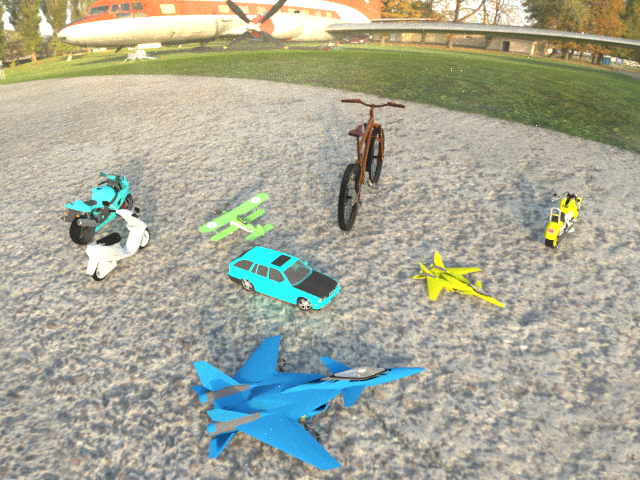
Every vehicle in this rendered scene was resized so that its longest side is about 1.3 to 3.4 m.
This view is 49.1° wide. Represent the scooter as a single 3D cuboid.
[{"bbox_3d":[-2.945,-0.045,10.214,0.662,0.919,1.399,12,31,20],"label":"scooter"}]

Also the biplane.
[{"bbox_3d":[-1.240,-0.257,11.023,1.336,0.504,1.090,-25,38,-37],"label":"biplane"}]

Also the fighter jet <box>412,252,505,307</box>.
[{"bbox_3d":[1.995,0.588,9.725,1.147,0.286,1.358,-26,38,-38],"label":"fighter jet"}]

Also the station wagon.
[{"bbox_3d":[-0.502,0.492,9.704,1.597,0.473,0.682,16,33,27],"label":"station wagon"}]

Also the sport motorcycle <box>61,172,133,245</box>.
[{"bbox_3d":[-3.504,-0.531,11.191,0.506,0.821,1.520,12,31,20],"label":"sport motorcycle"}]

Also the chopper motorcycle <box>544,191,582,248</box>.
[{"bbox_3d":[3.884,-0.433,11.076,0.466,0.761,1.563,17,33,28],"label":"chopper motorcycle"}]

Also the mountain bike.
[{"bbox_3d":[0.742,-1.352,11.778,1.114,1.688,2.857,9,30,15],"label":"mountain bike"}]

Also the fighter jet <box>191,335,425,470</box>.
[{"bbox_3d":[-0.032,1.553,7.707,2.640,0.557,2.229,-9,30,-16],"label":"fighter jet"}]
